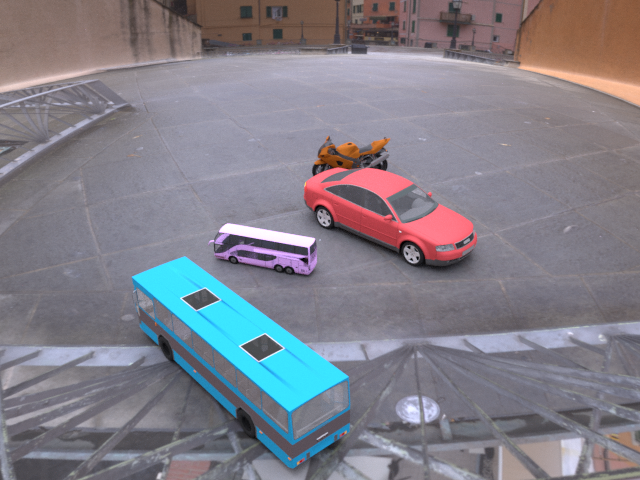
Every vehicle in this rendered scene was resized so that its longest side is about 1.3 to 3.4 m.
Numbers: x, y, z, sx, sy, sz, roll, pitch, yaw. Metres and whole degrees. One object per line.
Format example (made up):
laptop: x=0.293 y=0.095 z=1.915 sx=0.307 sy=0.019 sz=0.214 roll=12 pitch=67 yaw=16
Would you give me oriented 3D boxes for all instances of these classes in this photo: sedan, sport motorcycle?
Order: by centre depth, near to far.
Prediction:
sedan: x=1.099 y=-0.523 z=11.430 sx=3.137 sy=0.940 sz=1.235 roll=24 pitch=37 yaw=36
sport motorcycle: x=0.595 y=-1.551 z=13.378 sx=1.520 sy=0.821 sz=0.506 roll=-6 pitch=30 yaw=-10

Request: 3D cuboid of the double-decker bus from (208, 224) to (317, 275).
double-decker bus: x=-0.868 y=0.131 z=10.674 sx=1.672 sy=0.541 sz=0.389 roll=10 pitch=31 yaw=17

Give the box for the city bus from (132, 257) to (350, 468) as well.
city bus: x=-1.035 y=1.316 z=8.207 sx=0.926 sy=0.894 sz=3.255 roll=-23 pitch=37 yaw=-35
